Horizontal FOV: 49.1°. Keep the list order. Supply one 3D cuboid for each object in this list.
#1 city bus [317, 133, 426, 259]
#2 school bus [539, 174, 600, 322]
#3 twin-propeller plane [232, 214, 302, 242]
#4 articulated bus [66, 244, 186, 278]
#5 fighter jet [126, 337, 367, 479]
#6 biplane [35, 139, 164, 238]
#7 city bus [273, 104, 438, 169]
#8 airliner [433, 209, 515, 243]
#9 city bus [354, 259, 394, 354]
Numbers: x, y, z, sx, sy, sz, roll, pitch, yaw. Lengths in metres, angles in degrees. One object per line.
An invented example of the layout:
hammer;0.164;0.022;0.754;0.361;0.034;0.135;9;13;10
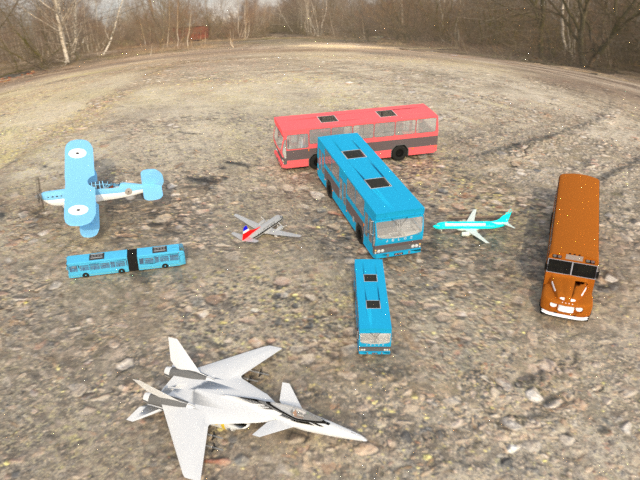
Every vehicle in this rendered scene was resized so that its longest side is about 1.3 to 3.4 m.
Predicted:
city bus;0.767;-0.823;12.011;0.926;0.894;3.255;-8;31;-14
school bus;3.817;0.029;10.593;0.709;0.844;3.322;10;32;17
twin-propeller plane;-0.932;-0.233;11.479;1.370;0.407;1.095;18;35;28
articulated bus;-2.945;0.315;10.653;1.749;0.289;0.311;-7;31;-11
fighter jet;-0.736;1.796;7.830;2.640;0.557;2.229;10;32;16
biplane;-3.726;-0.811;11.905;2.120;0.981;2.598;-8;31;-13
city bus;0.727;-2.084;14.187;3.255;0.894;0.926;-8;31;-13
airliner;2.538;-0.326;11.617;1.307;0.429;1.161;0;30;1
city bus;0.695;0.884;9.501;0.476;0.460;1.674;0;30;0
